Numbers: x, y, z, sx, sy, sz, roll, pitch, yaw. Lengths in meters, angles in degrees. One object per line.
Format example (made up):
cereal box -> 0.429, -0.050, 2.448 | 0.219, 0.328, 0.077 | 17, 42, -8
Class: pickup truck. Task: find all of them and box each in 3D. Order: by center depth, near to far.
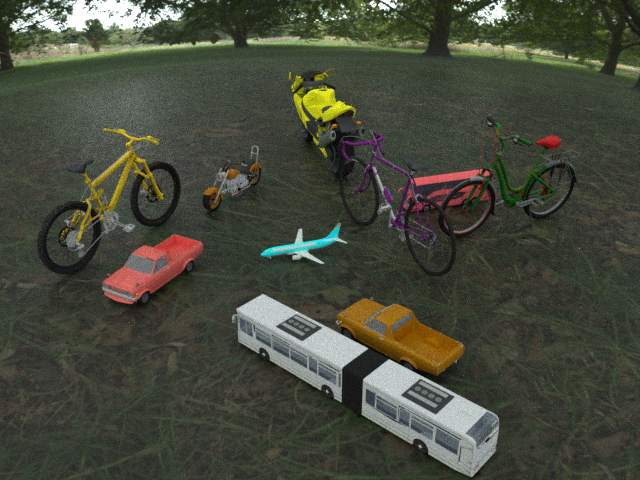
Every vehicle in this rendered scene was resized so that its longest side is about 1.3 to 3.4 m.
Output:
pickup truck -> 0.952, 1.132, 8.563 | 1.603, 0.511, 0.640 | 24, 36, 37
pickup truck -> -2.361, 0.352, 10.007 | 0.640, 0.511, 1.603 | 15, 32, 25

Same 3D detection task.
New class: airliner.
airliner -> -0.275, 0.021, 10.705 | 1.307, 0.429, 1.161 | -9, 30, -16

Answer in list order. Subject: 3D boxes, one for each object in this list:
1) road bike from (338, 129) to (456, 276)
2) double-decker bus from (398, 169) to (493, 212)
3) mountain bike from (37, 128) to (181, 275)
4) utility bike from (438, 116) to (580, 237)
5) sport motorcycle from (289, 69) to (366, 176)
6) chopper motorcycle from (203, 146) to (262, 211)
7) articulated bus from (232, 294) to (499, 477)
road bike -> 1.098, -0.636, 10.632 | 0.697, 1.656, 3.004 | -16, 32, -27
double-decker bus -> 2.201, -0.860, 12.221 | 1.672, 0.541, 0.389 | -9, 30, -16
mountain bike -> -3.132, -0.652, 10.628 | 1.114, 1.688, 2.857 | 16, 32, 27
utility bike -> 3.145, -0.969, 11.057 | 2.791, 1.839, 1.039 | -12, 31, -22
sport motorcycle -> 0.079, -2.392, 13.949 | 0.983, 1.596, 2.955 | -9, 30, -16
chopper motorcycle -> -1.551, -1.106, 12.445 | 0.466, 0.761, 1.563 | 16, 32, 28
articulated bus -> 0.360, 1.498, 7.832 | 3.401, 0.561, 0.605 | 23, 36, 36
